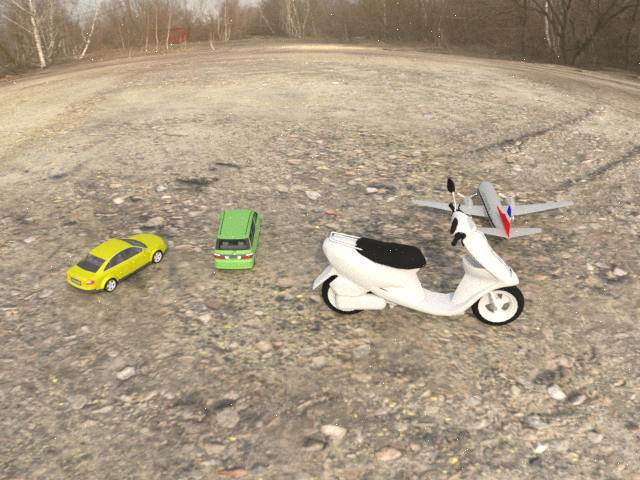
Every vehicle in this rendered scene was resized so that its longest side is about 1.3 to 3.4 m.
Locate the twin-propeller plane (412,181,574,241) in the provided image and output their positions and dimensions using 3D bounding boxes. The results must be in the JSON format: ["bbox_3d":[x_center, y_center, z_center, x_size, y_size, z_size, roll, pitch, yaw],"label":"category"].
[{"bbox_3d":[2.843,-0.588,11.362,2.663,0.792,2.129,1,29,1],"label":"twin-propeller plane"}]

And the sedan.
[{"bbox_3d":[-2.924,0.252,10.188,0.635,0.483,1.613,18,34,28],"label":"sedan"}]

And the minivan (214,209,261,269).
[{"bbox_3d":[-1.252,-0.122,10.716,0.681,0.616,1.548,0,29,0],"label":"minivan"}]

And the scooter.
[{"bbox_3d":[1.266,0.264,8.840,2.721,1.786,1.288,4,30,6],"label":"scooter"}]
